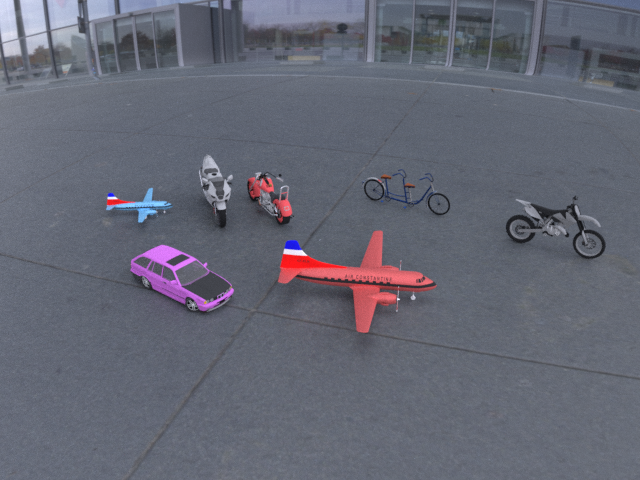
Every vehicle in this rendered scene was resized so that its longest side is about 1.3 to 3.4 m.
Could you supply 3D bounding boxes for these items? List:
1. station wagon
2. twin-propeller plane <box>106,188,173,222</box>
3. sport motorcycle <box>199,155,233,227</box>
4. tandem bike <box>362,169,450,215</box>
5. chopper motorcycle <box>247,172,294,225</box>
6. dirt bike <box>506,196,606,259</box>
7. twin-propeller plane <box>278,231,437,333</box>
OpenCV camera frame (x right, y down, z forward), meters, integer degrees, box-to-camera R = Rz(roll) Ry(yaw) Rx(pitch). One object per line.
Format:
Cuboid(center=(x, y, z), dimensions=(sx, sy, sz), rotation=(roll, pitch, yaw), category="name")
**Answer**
Cuboid(center=(-1.909, 0.485, 9.629), dimensions=(1.597, 0.473, 0.682), rotation=(20, 34, 33), category="station wagon")
Cuboid(center=(-3.035, -0.623, 11.797), dimensions=(1.095, 0.407, 1.370), rotation=(-2, 28, -4), category="twin-propeller plane")
Cuboid(center=(-1.759, -0.834, 11.754), dimensions=(0.506, 0.821, 1.520), rotation=(-8, 29, -14), category="sport motorcycle")
Cuboid(center=(1.459, -0.870, 11.971), dimensions=(1.642, 0.682, 0.283), rotation=(15, 31, 26), category="tandem bike")
Cuboid(center=(-0.877, -0.810, 11.772), dimensions=(0.466, 0.761, 1.563), rotation=(-14, 31, -24), category="chopper motorcycle")
Cuboid(center=(3.566, -0.227, 10.565), dimensions=(1.493, 0.857, 0.527), rotation=(15, 32, 27), category="dirt bike")
Cuboid(center=(0.508, 0.413, 9.425), dimensions=(2.129, 0.792, 2.663), rotation=(4, 28, 7), category="twin-propeller plane")
